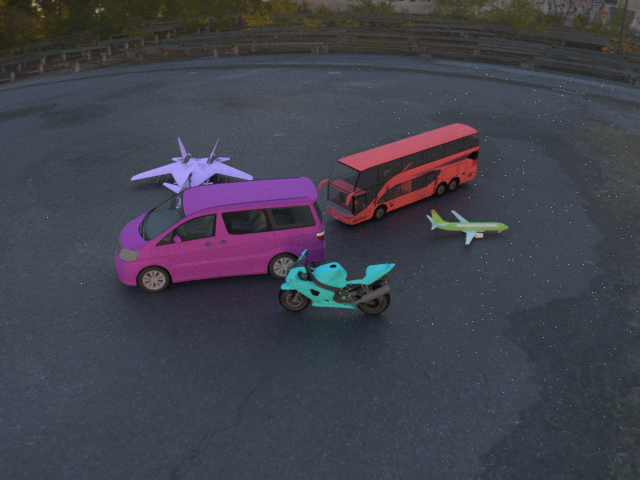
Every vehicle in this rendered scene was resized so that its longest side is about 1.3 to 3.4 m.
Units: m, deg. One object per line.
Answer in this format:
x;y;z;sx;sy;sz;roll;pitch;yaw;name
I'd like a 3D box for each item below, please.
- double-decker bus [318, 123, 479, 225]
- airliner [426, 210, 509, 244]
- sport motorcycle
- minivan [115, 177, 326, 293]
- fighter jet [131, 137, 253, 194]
1.466;-1.163;12.155;3.251;1.052;0.756;-21;35;-33;double-decker bus
2.393;-0.299;11.230;1.307;0.429;1.161;-1;29;-2;airliner
0.203;0.606;9.179;1.520;0.821;0.506;2;29;3;sport motorcycle
-1.447;-0.137;10.140;3.011;1.197;1.324;-5;29;-10;minivan
-2.355;-1.155;12.652;2.229;0.557;2.640;0;29;0;fighter jet
